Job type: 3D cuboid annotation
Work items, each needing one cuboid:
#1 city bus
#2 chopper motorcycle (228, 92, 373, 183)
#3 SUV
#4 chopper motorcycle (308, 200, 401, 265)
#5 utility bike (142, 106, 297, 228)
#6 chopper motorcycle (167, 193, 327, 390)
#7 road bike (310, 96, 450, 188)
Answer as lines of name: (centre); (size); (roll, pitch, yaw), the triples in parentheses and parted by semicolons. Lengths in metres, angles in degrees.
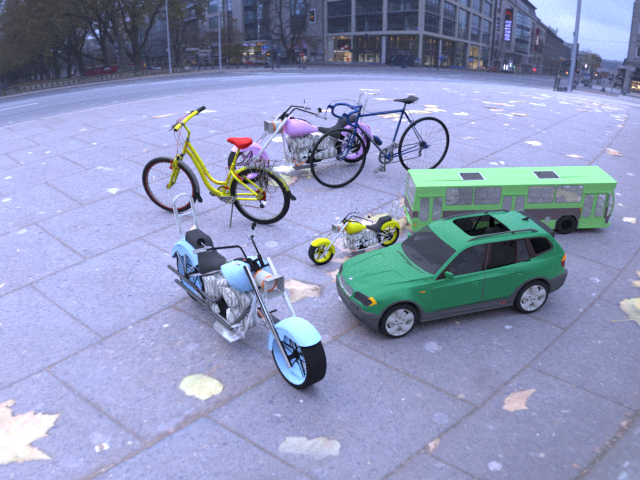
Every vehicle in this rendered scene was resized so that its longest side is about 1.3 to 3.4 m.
city bus: (3.060, -0.637, 11.472); (3.255, 0.894, 0.926); (-1, 26, -3)
chopper motorcycle: (-0.342, -2.016, 13.660); (3.040, 1.480, 0.906); (-12, 28, -23)
SUV: (1.733, 0.336, 9.182); (3.058, 1.128, 1.276); (-8, 27, -16)
chopper motorcycle: (0.540, -0.115, 10.541); (1.563, 0.761, 0.466); (-13, 29, -25)
utility bike: (-1.748, -1.133, 11.413); (2.791, 1.839, 1.039); (8, 27, 15)
chopper motorcycle: (-0.956, 0.533, 8.369); (0.906, 1.480, 3.040); (-19, 31, -34)
road bike: (1.188, -1.897, 13.210); (3.004, 1.656, 0.697); (-11, 28, -21)
